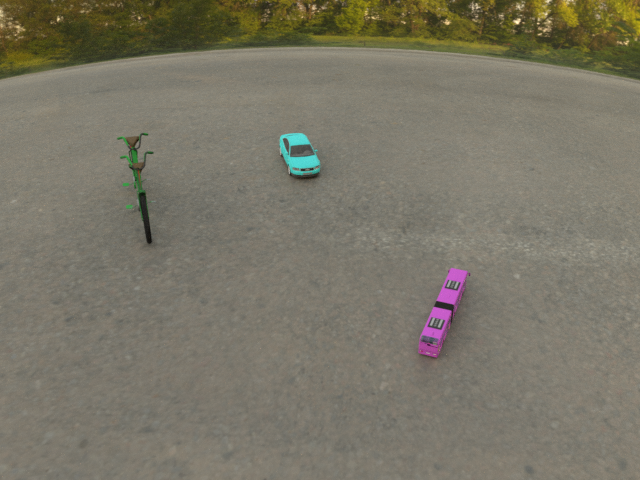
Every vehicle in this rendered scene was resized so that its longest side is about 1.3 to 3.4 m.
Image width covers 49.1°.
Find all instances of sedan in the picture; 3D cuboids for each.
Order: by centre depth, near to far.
[{"bbox_3d":[-0.402,-1.704,13.580,0.635,0.483,1.613,-6,31,-11],"label":"sedan"}]

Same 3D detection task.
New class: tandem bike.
[{"bbox_3d":[-3.065,-1.133,11.765,0.550,1.326,3.192,-9,31,-15],"label":"tandem bike"}]

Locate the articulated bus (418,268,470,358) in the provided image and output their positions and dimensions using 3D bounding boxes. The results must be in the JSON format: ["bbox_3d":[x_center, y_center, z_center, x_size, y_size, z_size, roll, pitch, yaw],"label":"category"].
[{"bbox_3d":[1.654,0.923,9.270,0.311,0.289,1.749,11,32,19],"label":"articulated bus"}]
